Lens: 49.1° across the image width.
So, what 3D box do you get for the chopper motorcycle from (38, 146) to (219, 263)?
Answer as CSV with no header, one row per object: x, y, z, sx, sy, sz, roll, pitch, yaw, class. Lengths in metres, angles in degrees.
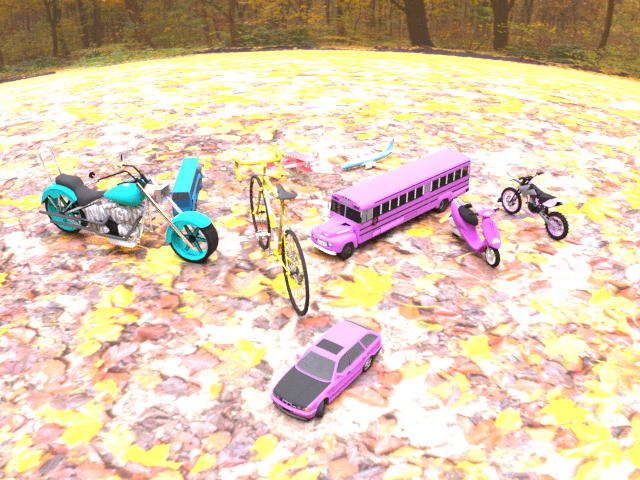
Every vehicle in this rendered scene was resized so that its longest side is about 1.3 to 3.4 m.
-2.973,-0.549,10.644,3.040,1.480,0.906,11,31,18,chopper motorcycle

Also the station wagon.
0.091,1.437,8.126,0.682,0.473,1.597,19,35,30,station wagon

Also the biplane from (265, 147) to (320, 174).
-0.531,-1.464,13.274,1.090,0.504,1.336,-14,32,-24,biplane

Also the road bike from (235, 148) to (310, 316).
-0.628,-0.213,9.862,0.696,1.656,3.004,-9,31,-16,road bike

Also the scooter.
2.372,-0.257,10.696,0.662,0.919,1.399,-11,31,-19,scooter

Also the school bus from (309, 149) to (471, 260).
1.199,-0.647,11.468,3.322,0.844,0.709,-25,38,-37,school bus

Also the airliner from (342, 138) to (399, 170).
0.963,-1.670,13.720,1.307,0.429,1.161,-18,34,-28,airliner

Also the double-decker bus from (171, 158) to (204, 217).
-2.325,-0.960,12.337,0.389,0.541,1.672,-1,29,-2,double-decker bus

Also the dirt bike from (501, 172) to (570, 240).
3.492,-0.612,11.393,0.527,0.857,1.493,-16,33,-26,dirt bike
